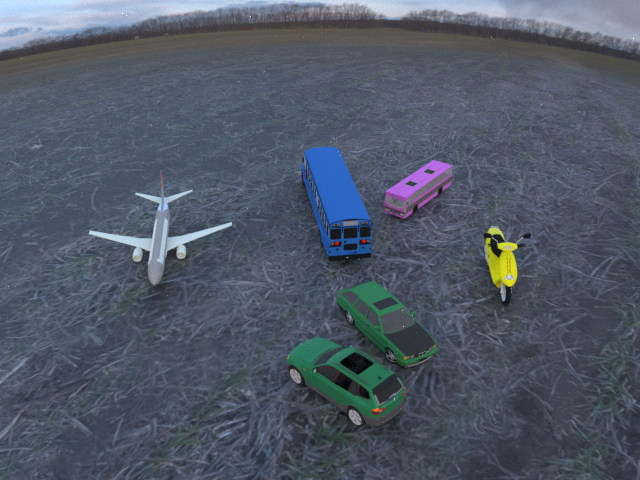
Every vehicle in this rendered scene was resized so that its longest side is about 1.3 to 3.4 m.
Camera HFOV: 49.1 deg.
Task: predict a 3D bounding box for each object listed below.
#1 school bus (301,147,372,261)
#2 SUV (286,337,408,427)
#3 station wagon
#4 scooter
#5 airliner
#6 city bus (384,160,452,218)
[{"bbox_3d":[0.202,-0.757,11.853,0.709,0.844,3.322,-5,31,-8],"label":"school bus"},{"bbox_3d":[0.285,1.560,8.170,1.572,0.580,0.656,27,40,38],"label":"SUV"},{"bbox_3d":[0.865,1.037,9.165,0.682,0.473,1.597,-17,34,-26],"label":"station wagon"},{"bbox_3d":[2.617,0.220,10.116,0.662,0.919,1.399,1,30,1],"label":"scooter"},{"bbox_3d":[-2.517,-0.209,10.930,2.257,0.835,2.541,-4,31,-6],"label":"airliner"},{"bbox_3d":[1.771,-0.902,12.480,0.476,0.460,1.674,21,36,32],"label":"city bus"}]
